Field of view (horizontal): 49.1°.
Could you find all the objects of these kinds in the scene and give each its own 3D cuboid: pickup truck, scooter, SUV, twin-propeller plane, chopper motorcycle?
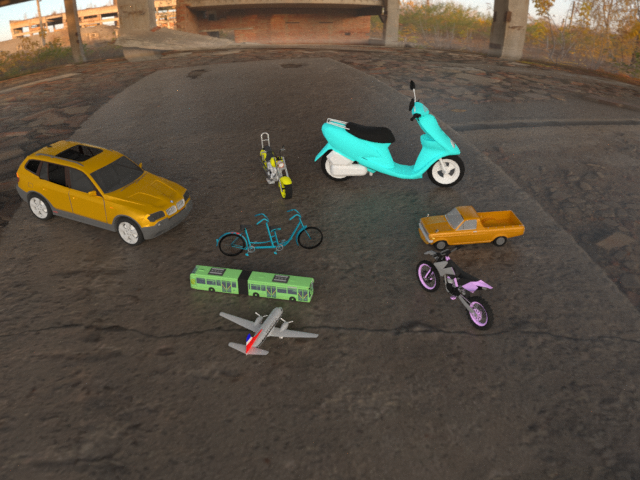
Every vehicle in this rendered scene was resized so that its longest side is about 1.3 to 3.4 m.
[{"bbox_3d":[2.385,-0.235,11.050,1.603,0.511,0.640,-4,30,-7],"label":"pickup truck"},{"bbox_3d":[1.263,-1.814,12.497,2.721,1.786,1.288,4,30,6],"label":"scooter"},{"bbox_3d":[-3.594,-0.875,11.537,3.058,1.128,1.276,14,33,23],"label":"SUV"},{"bbox_3d":[-0.700,1.099,8.858,1.370,0.407,1.095,11,32,18],"label":"twin-propeller plane"},{"bbox_3d":[-0.803,-1.351,12.721,0.466,0.761,1.563,-10,32,-17],"label":"chopper motorcycle"}]

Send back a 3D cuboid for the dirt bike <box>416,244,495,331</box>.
[{"bbox_3d":[1.781,0.564,9.330,0.527,0.857,1.493,-18,35,-28],"label":"dirt bike"}]

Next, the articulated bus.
[{"bbox_3d":[-0.948,0.612,9.813,1.749,0.289,0.311,6,31,10],"label":"articulated bus"}]

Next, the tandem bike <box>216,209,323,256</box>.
[{"bbox_3d":[-0.760,-0.097,10.643,1.642,0.682,0.283,-5,31,-9],"label":"tandem bike"}]
